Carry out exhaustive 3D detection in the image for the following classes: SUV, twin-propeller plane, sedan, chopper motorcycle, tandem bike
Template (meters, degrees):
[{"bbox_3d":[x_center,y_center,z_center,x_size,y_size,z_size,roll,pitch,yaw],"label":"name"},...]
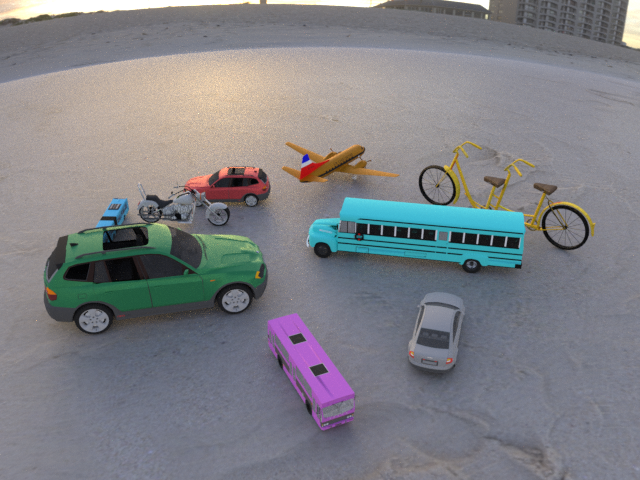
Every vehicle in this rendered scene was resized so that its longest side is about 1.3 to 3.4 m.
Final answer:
[{"bbox_3d":[-2.267,0.388,9.762,3.058,1.128,1.276,-7,31,-12],"label":"SUV"},{"bbox_3d":[0.268,-1.552,13.407,2.663,0.792,2.129,21,36,31],"label":"twin-propeller plane"},{"bbox_3d":[1.546,1.115,9.160,0.635,0.483,1.613,8,31,14],"label":"sedan"},{"bbox_3d":[-1.683,-0.994,12.663,1.572,0.580,0.656,0,30,0],"label":"SUV"},{"bbox_3d":[-2.316,-0.604,11.819,1.563,0.761,0.466,1,30,2],"label":"chopper motorcycle"},{"bbox_3d":[3.007,-0.797,11.590,3.192,1.326,0.550,23,37,33],"label":"tandem bike"}]

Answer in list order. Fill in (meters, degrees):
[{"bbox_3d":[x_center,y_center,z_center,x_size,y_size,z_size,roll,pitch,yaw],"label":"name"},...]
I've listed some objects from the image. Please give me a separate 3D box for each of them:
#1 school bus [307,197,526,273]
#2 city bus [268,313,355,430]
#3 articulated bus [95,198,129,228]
[{"bbox_3d":[1.444,-0.106,10.887,3.322,0.844,0.709,6,31,9],"label":"school bus"},{"bbox_3d":[-0.142,1.554,8.433,0.476,0.460,1.674,-13,33,-21],"label":"city bus"},{"bbox_3d":[-3.522,-0.196,11.589,0.311,0.289,1.749,1,30,1],"label":"articulated bus"}]
